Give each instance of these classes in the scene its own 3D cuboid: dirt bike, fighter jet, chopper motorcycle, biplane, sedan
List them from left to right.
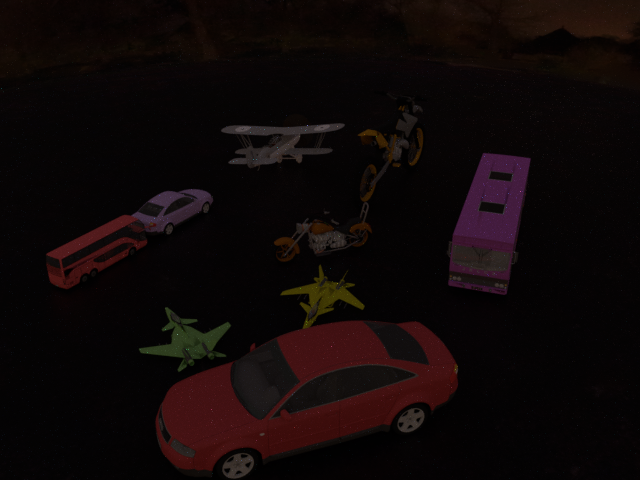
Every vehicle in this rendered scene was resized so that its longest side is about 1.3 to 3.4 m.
[{"bbox_3d":[-2.407,-0.540,11.477,0.635,0.483,1.613,16,31,27],"label":"sedan"},{"bbox_3d":[-1.688,1.080,8.602,1.147,0.286,1.358,-15,31,-26],"label":"fighter jet"},{"bbox_3d":[-0.882,-1.760,13.267,2.598,0.981,2.120,12,30,22],"label":"biplane"},{"bbox_3d":[-0.101,1.474,7.149,3.137,0.940,1.235,-10,29,-18],"label":"sedan"},{"bbox_3d":[-0.007,0.785,9.164,1.147,0.286,1.358,9,29,16],"label":"fighter jet"},{"bbox_3d":[0.038,-0.102,10.343,1.563,0.761,0.466,-10,29,-18],"label":"chopper motorcycle"},{"bbox_3d":[1.267,-1.711,12.435,1.024,1.666,2.903,15,31,27],"label":"dirt bike"}]

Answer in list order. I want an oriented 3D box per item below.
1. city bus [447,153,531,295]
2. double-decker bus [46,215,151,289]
[{"bbox_3d":[2.626,-0.327,10.629,0.926,0.894,3.255,9,29,16],"label":"city bus"},{"bbox_3d":[-3.174,0.132,10.134,0.389,0.541,1.672,16,32,28],"label":"double-decker bus"}]
